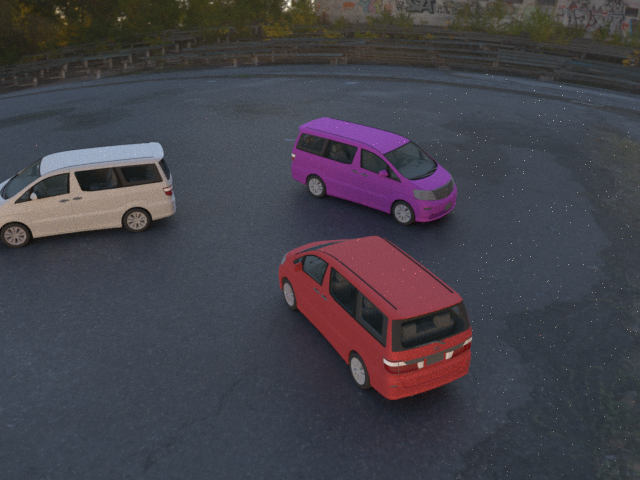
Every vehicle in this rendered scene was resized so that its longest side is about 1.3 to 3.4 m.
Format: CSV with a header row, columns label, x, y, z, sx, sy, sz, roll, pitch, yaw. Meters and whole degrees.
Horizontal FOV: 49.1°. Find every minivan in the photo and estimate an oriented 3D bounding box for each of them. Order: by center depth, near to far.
label,x,y,z,sx,sy,sz,roll,pitch,yaw
minivan,0.528,0.650,8.474,1.324,1.197,3.011,-13,30,-24
minivan,-3.897,-0.782,11.271,3.011,1.197,1.324,-8,28,-15
minivan,0.927,-1.251,12.189,3.011,1.197,1.324,20,33,33
